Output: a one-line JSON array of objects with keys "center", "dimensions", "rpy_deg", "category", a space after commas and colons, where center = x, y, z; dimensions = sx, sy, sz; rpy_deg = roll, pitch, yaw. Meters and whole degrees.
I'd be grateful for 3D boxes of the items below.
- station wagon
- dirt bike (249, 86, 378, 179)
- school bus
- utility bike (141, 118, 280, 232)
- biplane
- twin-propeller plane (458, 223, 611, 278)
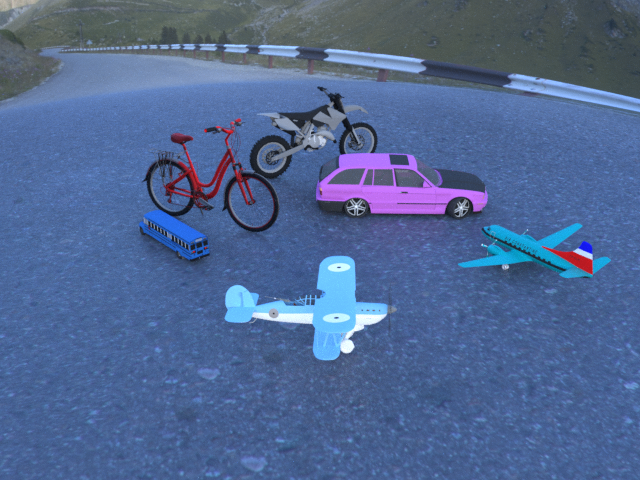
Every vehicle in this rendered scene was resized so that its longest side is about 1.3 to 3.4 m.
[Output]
[{"center": [1.487, -1.038, 12.754], "dimensions": [3.105, 0.920, 1.327], "rpy_deg": [1, 25, 2], "category": "station wagon"}, {"center": [-0.090, -2.204, 14.342], "dimensions": [2.903, 1.666, 1.024], "rpy_deg": [-11, 28, -23], "category": "dirt bike"}, {"center": [-2.411, -0.104, 11.353], "dimensions": [0.365, 0.434, 1.708], "rpy_deg": [-21, 32, -37], "category": "school bus"}, {"center": [-1.891, -1.185, 11.993], "dimensions": [2.791, 1.839, 1.039], "rpy_deg": [11, 28, 22], "category": "utility bike"}, {"center": [-0.112, 0.851, 8.702], "dimensions": [2.120, 0.981, 2.598], "rpy_deg": [1, 25, 2], "category": "biplane"}, {"center": [3.226, 0.073, 10.563], "dimensions": [2.663, 0.792, 2.129], "rpy_deg": [-16, 30, -30], "category": "twin-propeller plane"}]
